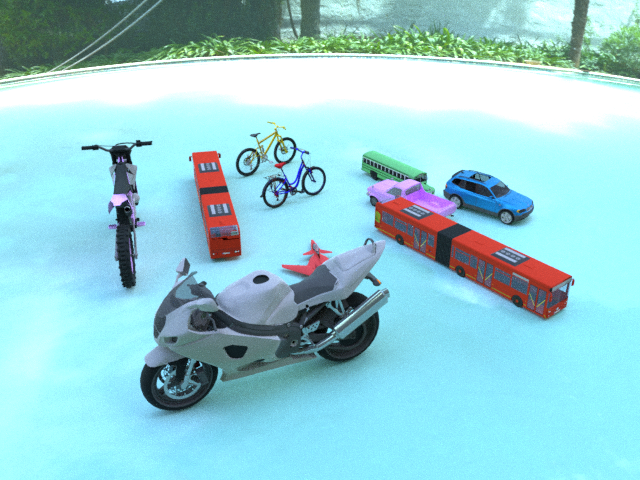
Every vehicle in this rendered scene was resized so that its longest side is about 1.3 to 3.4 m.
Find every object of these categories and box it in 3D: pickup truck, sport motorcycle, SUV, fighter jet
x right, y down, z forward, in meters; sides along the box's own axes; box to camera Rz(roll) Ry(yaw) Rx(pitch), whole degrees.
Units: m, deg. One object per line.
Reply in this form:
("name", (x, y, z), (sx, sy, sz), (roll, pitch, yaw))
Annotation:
("pickup truck", (1.554, -0.723, 12.060), (0.640, 0.511, 1.603), (-25, 37, -38))
("sport motorcycle", (-0.577, 0.929, 7.827), (2.955, 1.596, 0.983), (-13, 31, -23))
("SUV", (2.908, -0.782, 12.096), (1.572, 0.580, 0.656), (21, 35, 34))
("fighter jet", (-0.018, 0.231, 10.517), (1.147, 0.286, 1.358), (-5, 29, -8))

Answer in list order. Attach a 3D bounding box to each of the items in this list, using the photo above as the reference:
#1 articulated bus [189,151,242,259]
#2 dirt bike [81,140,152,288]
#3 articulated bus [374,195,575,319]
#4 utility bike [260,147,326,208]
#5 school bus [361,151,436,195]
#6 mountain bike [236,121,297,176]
("articulated bus", (-1.806, -0.698, 11.959), (0.605, 0.561, 3.401), (-6, 29, -12))
("dirt bike", (-2.956, -0.568, 10.547), (1.024, 1.666, 2.903), (-6, 29, -11))
("articulated bus", (2.126, 0.157, 10.363), (0.605, 0.561, 3.401), (-21, 34, -33))
("utility bike", (-0.495, -1.134, 12.366), (1.435, 0.946, 0.535), (-20, 34, -33))
("school bus", (1.460, -1.213, 13.056), (0.365, 0.434, 1.708), (-20, 34, -33))
("mountain bike", (-1.035, -1.774, 13.644), (1.469, 0.868, 0.573), (-22, 35, -35))
